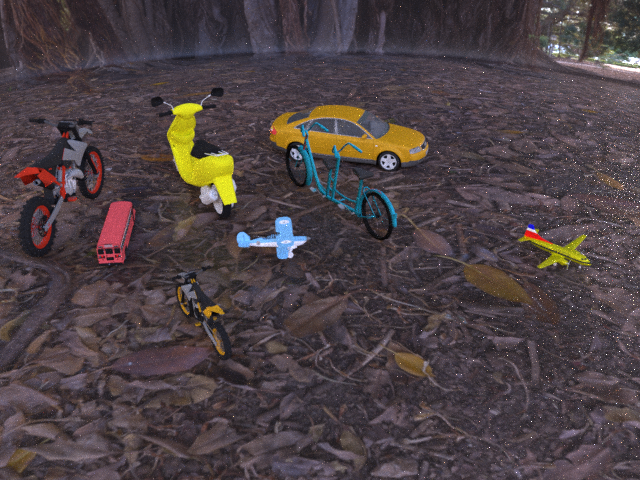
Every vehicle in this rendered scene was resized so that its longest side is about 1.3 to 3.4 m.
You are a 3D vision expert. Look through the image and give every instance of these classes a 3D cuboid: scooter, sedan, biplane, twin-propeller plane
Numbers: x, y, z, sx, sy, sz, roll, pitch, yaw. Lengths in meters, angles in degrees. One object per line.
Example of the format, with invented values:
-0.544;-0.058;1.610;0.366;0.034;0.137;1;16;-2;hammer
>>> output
-2.072;-1.561;11.925;1.288;1.786;2.721;-15;32;-25;scooter
0.564;-2.088;13.759;3.137;0.940;1.235;8;30;14;sedan
-0.685;0.003;10.412;1.090;0.504;1.336;-2;29;-4;biplane
3.503;0.100;10.337;1.370;0.407;1.095;-26;38;-38;twin-propeller plane

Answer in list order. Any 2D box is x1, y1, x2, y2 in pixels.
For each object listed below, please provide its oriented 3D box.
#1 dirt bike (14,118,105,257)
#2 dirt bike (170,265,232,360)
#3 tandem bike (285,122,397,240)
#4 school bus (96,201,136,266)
-4.073;-1.006;11.041;1.024;1.666;2.903;3;29;6;dirt bike
-1.467;0.821;8.561;0.527;0.857;1.493;-18;33;-29;dirt bike
0.253;-1.066;11.502;0.550;1.326;3.192;-17;33;-29;tandem bike
-3.109;-0.156;10.775;0.365;0.434;1.708;-3;29;-6;school bus
